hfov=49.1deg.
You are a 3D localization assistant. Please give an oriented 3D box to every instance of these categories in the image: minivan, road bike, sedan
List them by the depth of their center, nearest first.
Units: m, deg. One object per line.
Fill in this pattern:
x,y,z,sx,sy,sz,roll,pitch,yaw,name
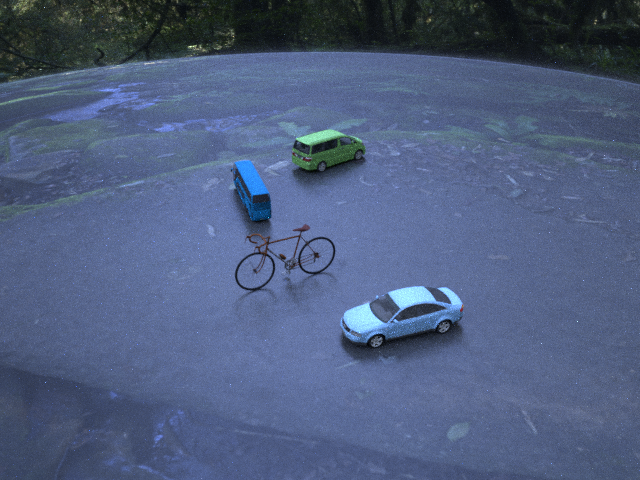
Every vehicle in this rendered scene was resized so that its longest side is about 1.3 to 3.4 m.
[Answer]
1.041,0.914,8.871,1.613,0.483,0.635,-10,30,-17,sedan
-0.467,0.217,9.752,1.545,0.852,0.358,-14,32,-23,road bike
0.196,-1.806,13.659,1.548,0.616,0.681,-21,35,-34,minivan

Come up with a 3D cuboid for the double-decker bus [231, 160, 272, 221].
-1.192,-0.886,12.070,0.389,0.541,1.672,-8,30,-15,double-decker bus
